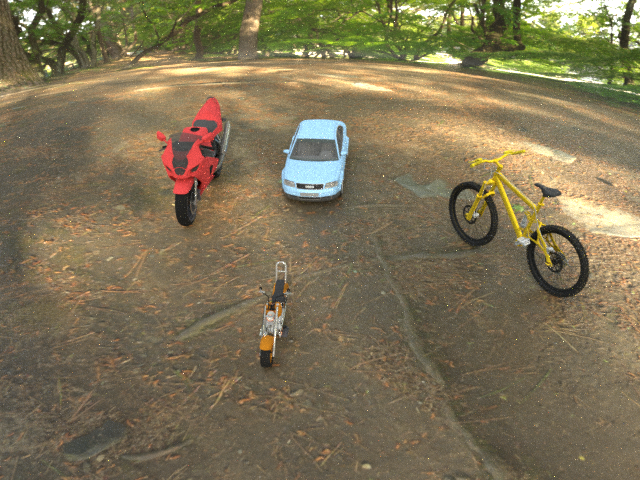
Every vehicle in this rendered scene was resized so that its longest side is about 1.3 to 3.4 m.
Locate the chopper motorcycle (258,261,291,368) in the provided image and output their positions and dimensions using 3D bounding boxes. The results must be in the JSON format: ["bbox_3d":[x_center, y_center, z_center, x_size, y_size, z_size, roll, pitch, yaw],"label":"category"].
[{"bbox_3d":[-0.611,0.969,9.297,0.466,0.761,1.563,3,29,5],"label":"chopper motorcycle"}]

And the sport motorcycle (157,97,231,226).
[{"bbox_3d":[-2.229,-1.496,12.862,0.983,1.596,2.955,2,29,4],"label":"sport motorcycle"}]

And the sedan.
[{"bbox_3d":[-0.060,-1.738,13.970,1.235,0.940,3.137,2,29,4],"label":"sedan"}]

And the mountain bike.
[{"bbox_3d":[2.970,-0.322,10.663,1.114,1.688,2.857,-17,33,-27],"label":"mountain bike"}]
